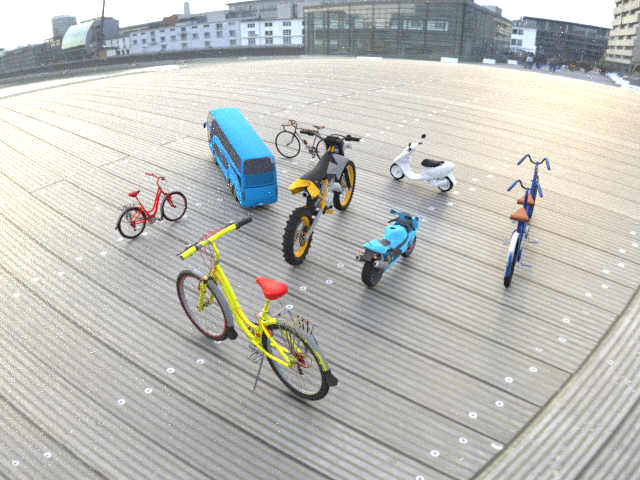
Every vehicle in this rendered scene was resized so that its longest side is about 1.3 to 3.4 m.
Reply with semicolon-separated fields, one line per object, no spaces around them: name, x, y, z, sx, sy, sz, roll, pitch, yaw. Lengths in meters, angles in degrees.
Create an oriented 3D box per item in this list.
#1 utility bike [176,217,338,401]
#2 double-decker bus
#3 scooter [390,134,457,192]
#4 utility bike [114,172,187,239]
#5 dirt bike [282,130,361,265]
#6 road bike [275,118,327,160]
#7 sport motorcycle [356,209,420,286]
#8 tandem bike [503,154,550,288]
utility bike;-0.919;0.818;8.171;2.791;1.839;1.039;24;37;36
double-decker bus;-1.571;-1.688;13.525;0.756;1.052;3.251;-10;30;-17
scooter;1.950;-1.452;13.235;1.399;0.919;0.662;18;34;30
utility bike;-2.857;-0.614;11.689;0.535;0.946;1.435;25;37;37
dirt bike;0.037;-0.840;11.353;1.024;1.666;2.903;11;31;20
road bike;-0.242;-1.993;14.284;1.545;0.852;0.358;13;32;23
sport motorcycle;1.062;0.102;10.521;0.506;0.821;1.520;19;34;30
tandem bike;3.208;-0.435;10.972;0.550;1.326;3.192;11;31;19
